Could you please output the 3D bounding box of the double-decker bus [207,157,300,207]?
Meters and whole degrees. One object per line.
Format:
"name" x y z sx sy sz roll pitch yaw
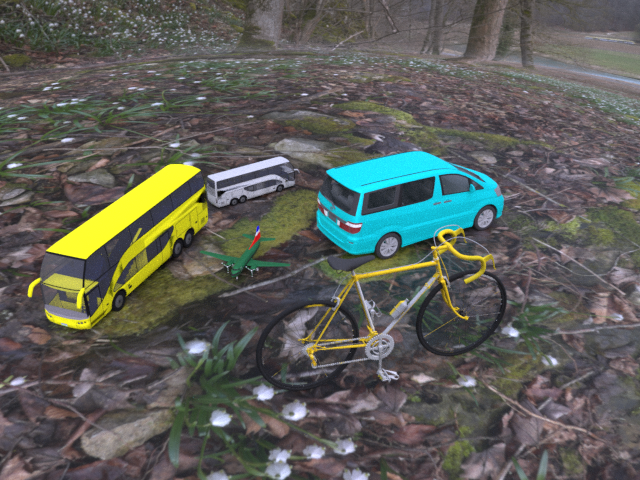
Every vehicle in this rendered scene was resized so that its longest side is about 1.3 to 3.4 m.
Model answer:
"double-decker bus" -1.144 -1.015 12.028 1.672 0.541 0.389 -20 34 -31

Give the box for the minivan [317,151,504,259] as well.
"minivan" 1.458 -0.676 10.729 3.011 1.197 1.324 -15 32 -26

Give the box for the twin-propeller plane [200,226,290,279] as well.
"twin-propeller plane" -1.042 0.186 9.981 1.370 0.407 1.095 8 30 14

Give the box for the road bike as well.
"road bike" 0.751 0.775 7.612 3.004 1.656 0.697 -9 30 -17

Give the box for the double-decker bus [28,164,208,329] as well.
"double-decker bus" -2.592 0.014 9.625 0.756 1.052 3.251 10 30 18
